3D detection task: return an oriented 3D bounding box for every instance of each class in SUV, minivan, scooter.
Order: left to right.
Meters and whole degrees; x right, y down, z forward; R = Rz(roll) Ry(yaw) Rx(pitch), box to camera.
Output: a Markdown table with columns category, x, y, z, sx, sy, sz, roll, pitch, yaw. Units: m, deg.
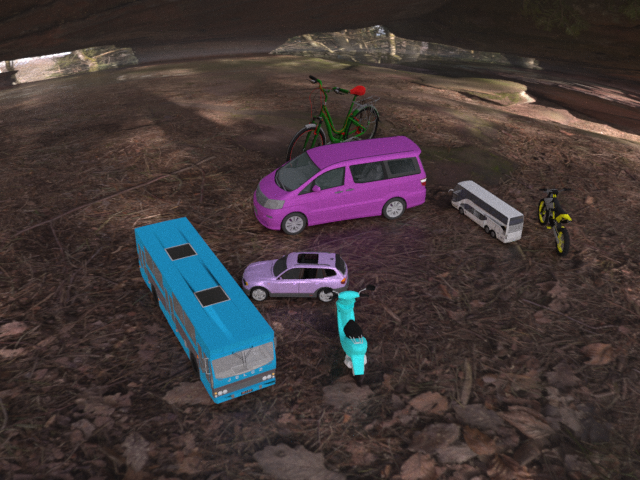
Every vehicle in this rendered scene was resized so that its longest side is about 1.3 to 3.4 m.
| category | x | y | z | sx | sy | sz | roll | pitch | yaw |
| --- | --- | --- | --- | --- | --- | --- | --- | --- | --- |
| SUV | -0.358 | 0.501 | 10.241 | 1.572 | 0.580 | 0.656 | 1 | 30 | 1 |
| minivan | 0.329 | -1.008 | 12.258 | 3.011 | 1.197 | 1.324 | -9 | 31 | -15 |
| scooter | 0.392 | 1.067 | 8.912 | 0.662 | 0.919 | 1.399 | -3 | 30 | -6 |

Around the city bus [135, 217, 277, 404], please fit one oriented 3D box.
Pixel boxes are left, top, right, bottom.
| category | x | y | z | sx | sy | sz | roll | pitch | yaw |
| --- | --- | --- | --- | --- | --- | --- | --- | --- | --- |
| city bus | -1.622 | 0.823 | 9.362 | 0.926 | 0.894 | 3.255 | -15 | 33 | -24 |

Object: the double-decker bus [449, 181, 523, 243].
| category | x | y | z | sx | sy | sz | roll | pitch | yaw |
| --- | --- | --- | --- | --- | --- | --- | --- | --- | --- |
| double-decker bus | 2.845 | -0.525 | 12.074 | 0.389 | 0.541 | 1.672 | -13 | 32 | -21 |

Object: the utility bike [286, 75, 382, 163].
| category | x | y | z | sx | sy | sz | roll | pitch | yaw |
| --- | --- | --- | --- | --- | --- | --- | --- | --- | --- |
| utility bike | 0.407 | -2.347 | 13.953 | 1.039 | 1.839 | 2.791 | 26 | 39 | 37 |

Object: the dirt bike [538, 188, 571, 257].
| category | x | y | z | sx | sy | sz | roll | pitch | yaw |
| --- | --- | --- | --- | --- | --- | --- | --- | --- | --- |
| dirt bike | 3.854 | -0.392 | 11.523 | 0.527 | 0.857 | 1.493 | 0 | 30 | -1 |
